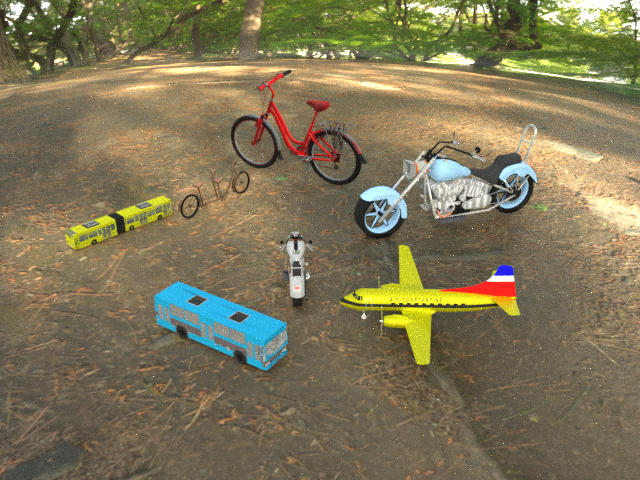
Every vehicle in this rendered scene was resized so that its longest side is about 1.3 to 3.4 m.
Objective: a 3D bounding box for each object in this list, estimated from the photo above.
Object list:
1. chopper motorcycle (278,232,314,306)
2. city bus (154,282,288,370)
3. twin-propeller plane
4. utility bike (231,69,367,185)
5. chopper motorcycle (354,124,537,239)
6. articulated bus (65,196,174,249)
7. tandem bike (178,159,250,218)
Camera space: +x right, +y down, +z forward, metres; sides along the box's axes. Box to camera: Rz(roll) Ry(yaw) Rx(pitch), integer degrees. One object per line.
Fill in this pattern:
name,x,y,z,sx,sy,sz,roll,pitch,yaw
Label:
chopper motorcycle,-0.312,0.248,9.236,0.466,0.761,1.563,-1,27,-3
city bus,-1.167,0.993,8.130,1.674,0.460,0.476,17,32,29
twin-propeller plane,1.302,0.638,8.453,2.129,0.792,2.663,1,27,1
utility bike,-0.479,-1.911,12.222,2.791,1.839,1.039,14,31,25
chopper motorcycle,1.980,-0.907,10.679,3.040,1.480,0.906,-9,29,-17
articulated bus,-3.047,-0.284,10.771,0.311,0.289,1.749,23,36,37
tandem bike,-1.719,-0.878,11.489,0.283,0.682,1.642,19,33,32
